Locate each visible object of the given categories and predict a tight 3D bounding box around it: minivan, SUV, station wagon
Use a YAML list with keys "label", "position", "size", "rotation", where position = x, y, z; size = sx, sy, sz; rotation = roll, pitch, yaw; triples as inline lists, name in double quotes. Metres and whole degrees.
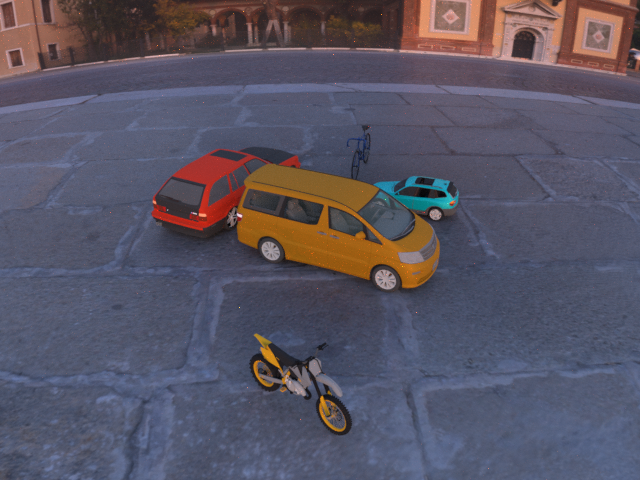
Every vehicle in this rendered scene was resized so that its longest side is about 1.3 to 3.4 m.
- label: "minivan"
  position: [0.271, -0.240, 10.301]
  size: [3.011, 1.197, 1.324]
  rotation: [13, 32, 22]
- label: "SUV"
  position: [1.581, -0.775, 11.902]
  size: [1.572, 0.580, 0.656]
  rotation: [9, 30, 16]
- label: "station wagon"
  position: [-1.509, -1.067, 12.079]
  size: [1.327, 0.920, 3.105]
  rotation: [15, 32, 25]

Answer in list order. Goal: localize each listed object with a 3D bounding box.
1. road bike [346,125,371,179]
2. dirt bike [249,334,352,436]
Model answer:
- label: "road bike"
  position: [0.787, -1.693, 13.279]
  size: [0.358, 0.852, 1.545]
  rotation: [8, 30, 14]
- label: "dirt bike"
  position: [-0.233, 1.493, 7.525]
  size: [1.493, 0.857, 0.527]
  rotation: [24, 37, 36]
